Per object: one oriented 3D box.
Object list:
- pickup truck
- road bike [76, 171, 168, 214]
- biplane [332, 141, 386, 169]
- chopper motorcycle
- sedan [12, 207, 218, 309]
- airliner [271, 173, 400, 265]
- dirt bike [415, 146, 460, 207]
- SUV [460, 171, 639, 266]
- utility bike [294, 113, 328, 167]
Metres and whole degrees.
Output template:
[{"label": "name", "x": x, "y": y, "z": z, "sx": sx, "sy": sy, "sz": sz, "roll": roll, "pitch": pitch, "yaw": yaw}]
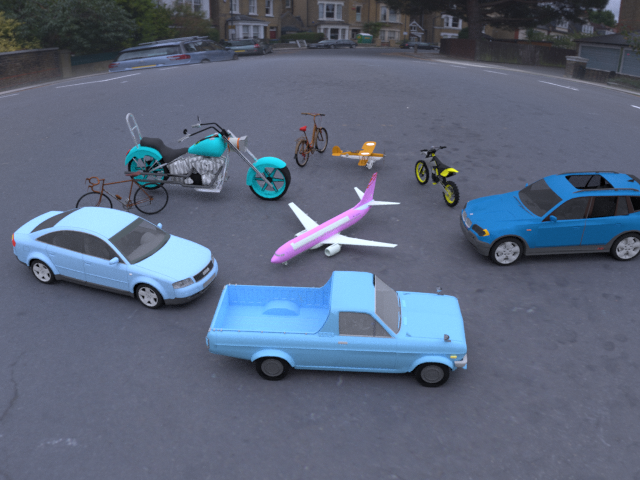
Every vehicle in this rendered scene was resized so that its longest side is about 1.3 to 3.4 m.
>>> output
[{"label": "pickup truck", "x": 0.227, "y": 0.983, "z": 8.512, "sx": 3.117, "sy": 0.993, "sz": 1.244, "roll": 2, "pitch": 29, "yaw": 3}, {"label": "road bike", "x": -3.342, "y": -0.735, "z": 11.821, "sx": 1.545, "sy": 0.852, "sz": 0.358, "roll": -12, "pitch": 31, "yaw": -20}, {"label": "biplane", "x": 0.782, "y": -1.701, "z": 13.963, "sx": 1.090, "sy": 0.504, "sz": 1.336, "roll": 5, "pitch": 29, "yaw": 9}, {"label": "chopper motorcycle", "x": -2.043, "y": -1.487, "z": 12.549, "sx": 3.040, "sy": 1.480, "sz": 0.906, "roll": 4, "pitch": 29, "yaw": 7}, {"label": "sedan", "x": -2.984, "y": 0.126, "z": 10.144, "sx": 3.137, "sy": 0.940, "sz": 1.235, "roll": 11, "pitch": 30, "yaw": 19}, {"label": "airliner", "x": 0.132, "y": -0.331, "z": 11.095, "sx": 2.257, "sy": 0.835, "sz": 2.541, "roll": 23, "pitch": 36, "yaw": 36}, {"label": "dirt bike", "x": 2.112, "y": -1.214, "z": 12.699, "sx": 0.527, "sy": 0.857, "sz": 1.493, "roll": -11, "pitch": 30, "yaw": -20}, {"label": "SUV", "x": 3.752, "y": -0.410, "z": 10.934, "sx": 3.058, "sy": 1.128, "sz": 1.276, "roll": -2, "pitch": 29, "yaw": -4}, {"label": "utility bike", "x": -0.221, "y": -2.084, "z": 14.207, "sx": 0.535, "sy": 0.946, "sz": 1.435, "roll": 14, "pitch": 31, "yaw": 24}]
